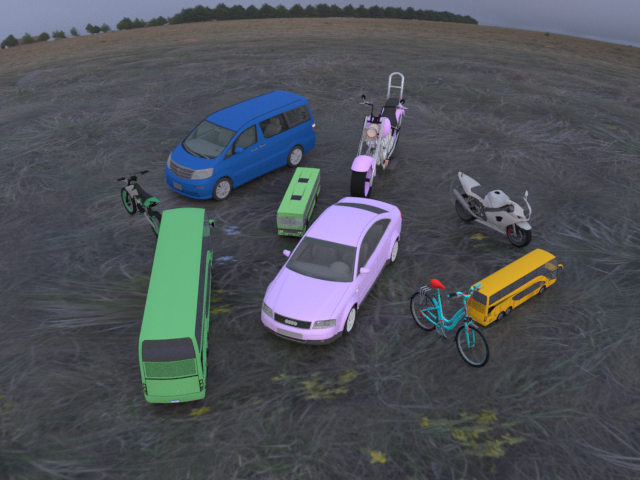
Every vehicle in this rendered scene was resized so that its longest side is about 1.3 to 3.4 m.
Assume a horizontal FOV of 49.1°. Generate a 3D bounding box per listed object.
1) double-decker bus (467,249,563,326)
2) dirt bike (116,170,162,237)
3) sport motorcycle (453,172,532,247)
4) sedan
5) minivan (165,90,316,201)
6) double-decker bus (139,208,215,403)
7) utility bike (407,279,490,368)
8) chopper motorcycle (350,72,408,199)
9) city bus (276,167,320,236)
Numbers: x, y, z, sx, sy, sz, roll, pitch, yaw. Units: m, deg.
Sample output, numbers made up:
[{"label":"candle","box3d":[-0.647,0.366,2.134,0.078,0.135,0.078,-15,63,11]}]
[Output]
[{"label":"double-decker bus","box3d":[2.636,0.604,9.455,1.672,0.541,0.389,-24,38,-33]},{"label":"dirt bike","box3d":[-2.846,-0.600,11.138,0.527,0.857,1.493,-23,38,-33]},{"label":"sport motorcycle","box3d":[2.714,-0.483,10.980,0.506,0.821,1.520,-22,38,-32]},{"label":"sedan","box3d":[0.233,0.238,9.673,1.235,0.940,3.137,12,33,19]},{"label":"minivan","box3d":[-1.424,-1.763,12.731,1.324,1.197,3.011,25,39,35]},{"label":"double-decker bus","box3d":[-1.760,0.644,8.895,0.756,1.052,3.251,-3,31,-5]},{"label":"utility bike","box3d":[1.610,0.887,8.596,0.535,0.946,1.435,-20,36,-29]},{"label":"chopper motorcycle","box3d":[1.068,-1.916,12.711,0.906,1.480,3.040,9,32,15]},{"label":"city bus","box3d":[-0.331,-0.638,11.584,0.476,0.460,1.674,5,32,8]}]
